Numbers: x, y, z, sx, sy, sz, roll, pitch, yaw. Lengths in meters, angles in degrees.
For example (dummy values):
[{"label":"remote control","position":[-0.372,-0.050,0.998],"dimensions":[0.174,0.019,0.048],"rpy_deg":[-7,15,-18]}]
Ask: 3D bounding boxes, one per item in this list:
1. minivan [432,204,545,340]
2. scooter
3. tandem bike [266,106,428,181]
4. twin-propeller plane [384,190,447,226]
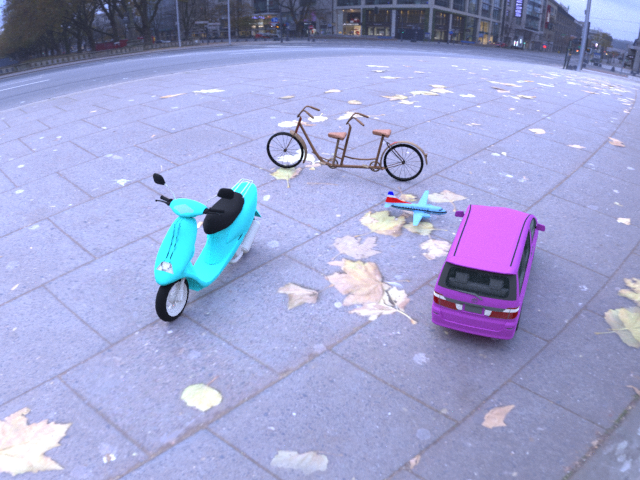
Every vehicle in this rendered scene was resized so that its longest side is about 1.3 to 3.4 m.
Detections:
[{"label":"minivan","position":[2.467,0.187,10.070],"dimensions":[1.324,1.197,3.011],"rpy_deg":[11,32,18]},{"label":"scooter","position":[-1.594,-0.165,10.088],"dimensions":[1.288,1.786,2.721],"rpy_deg":[13,33,21]},{"label":"tandem bike","position":[0.484,-1.849,13.434],"dimensions":[3.192,1.326,0.550],"rpy_deg":[7,31,12]},{"label":"twin-propeller plane","position":[1.677,-0.611,12.222],"dimensions":[1.095,0.407,1.370],"rpy_deg":[8,31,14]}]
